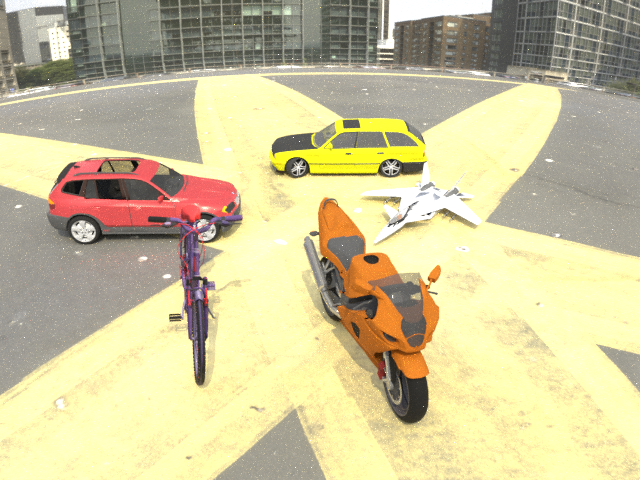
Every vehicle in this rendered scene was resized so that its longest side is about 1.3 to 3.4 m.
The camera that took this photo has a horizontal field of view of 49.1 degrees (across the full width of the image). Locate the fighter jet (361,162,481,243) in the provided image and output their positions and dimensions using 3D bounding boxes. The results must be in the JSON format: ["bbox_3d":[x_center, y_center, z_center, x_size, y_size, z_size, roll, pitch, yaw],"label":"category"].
[{"bbox_3d":[1.577,-0.604,11.804,2.229,0.557,2.640,17,31,30],"label":"fighter jet"}]

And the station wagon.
[{"bbox_3d":[0.543,-1.877,13.906,3.105,0.920,1.327,0,27,-1],"label":"station wagon"}]

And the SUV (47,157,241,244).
[{"bbox_3d":[-2.830,-0.700,11.363,3.058,1.128,1.276,-1,27,-1],"label":"SUV"}]

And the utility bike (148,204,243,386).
[{"bbox_3d":[-1.459,0.364,8.485,1.039,1.839,2.791,-6,28,-11],"label":"utility bike"}]

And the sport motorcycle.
[{"bbox_3d":[0.546,0.709,8.074,0.983,1.596,2.955,-9,28,-17],"label":"sport motorcycle"}]
